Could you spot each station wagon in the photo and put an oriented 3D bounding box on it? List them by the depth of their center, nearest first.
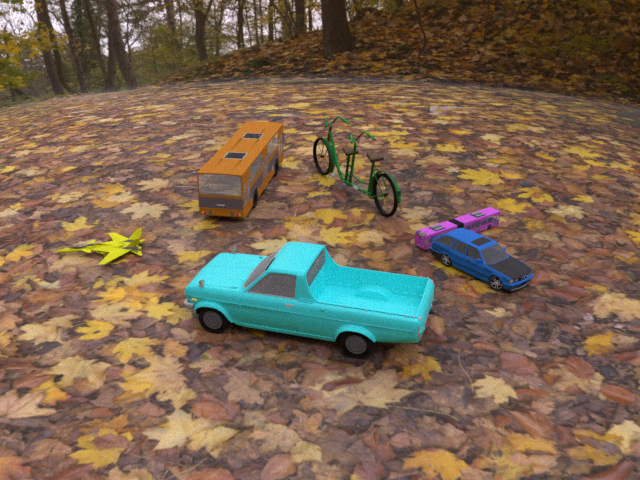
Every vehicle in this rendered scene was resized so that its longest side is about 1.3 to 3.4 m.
[{"bbox_3d":[2.383,0.241,10.337,0.682,0.473,1.597,-19,31,-34],"label":"station wagon"}]

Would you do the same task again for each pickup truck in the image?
[{"bbox_3d":[-0.139,0.642,8.877,3.117,0.993,1.244,7,26,15],"label":"pickup truck"}]

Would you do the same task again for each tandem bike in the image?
[{"bbox_3d":[0.603,-1.459,12.945,0.550,1.326,3.192,-12,28,-25],"label":"tandem bike"}]

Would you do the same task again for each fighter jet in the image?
[{"bbox_3d":[-3.452,0.065,10.930,1.358,0.286,1.147,-3,25,-7],"label":"fighter jet"}]

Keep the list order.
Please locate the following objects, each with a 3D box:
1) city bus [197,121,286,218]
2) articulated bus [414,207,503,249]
[{"bbox_3d":[-1.408,-1.370,13.263,0.926,0.894,3.255,4,26,9],"label":"city bus"},{"bbox_3d":[2.285,-0.200,11.490,1.749,0.289,0.311,-17,30,-32],"label":"articulated bus"}]
